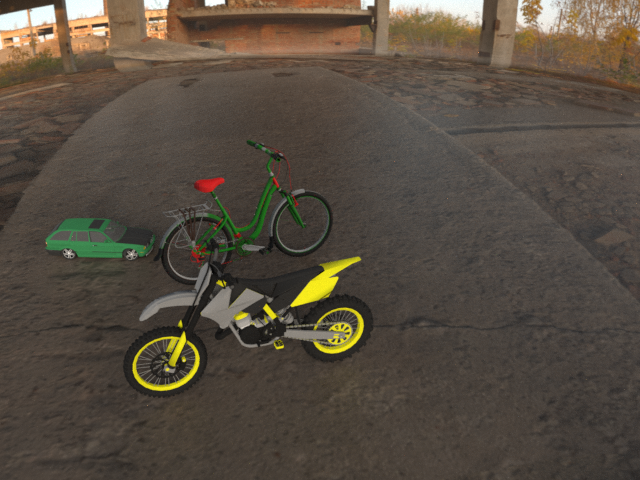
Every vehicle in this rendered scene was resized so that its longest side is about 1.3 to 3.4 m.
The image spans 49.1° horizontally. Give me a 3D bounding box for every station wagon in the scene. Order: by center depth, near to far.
[{"bbox_3d":[-3.338,-0.040,10.689,1.597,0.473,0.682,1,29,2],"label":"station wagon"}]

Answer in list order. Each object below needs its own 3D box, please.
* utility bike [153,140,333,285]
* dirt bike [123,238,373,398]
[{"bbox_3d":[-1.083,-0.424,9.968,2.791,1.839,1.039,-15,32,-25],"label":"utility bike"},{"bbox_3d":[-0.740,0.875,7.773,2.903,1.666,1.024,-9,30,-16],"label":"dirt bike"}]
